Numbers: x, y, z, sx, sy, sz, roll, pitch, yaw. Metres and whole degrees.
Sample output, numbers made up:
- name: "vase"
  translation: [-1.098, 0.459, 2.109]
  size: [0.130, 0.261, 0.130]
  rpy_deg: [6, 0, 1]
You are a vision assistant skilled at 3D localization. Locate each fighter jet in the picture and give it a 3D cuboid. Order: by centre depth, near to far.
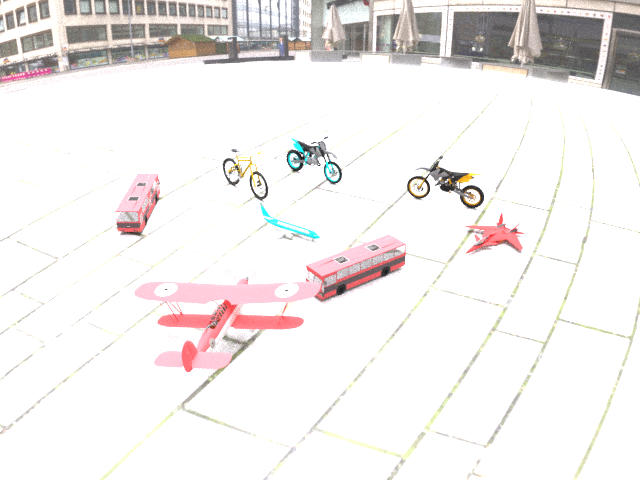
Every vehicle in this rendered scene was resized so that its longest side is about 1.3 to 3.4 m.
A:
- name: "fighter jet"
  translation: [2.872, -0.071, 11.847]
  size: [1.358, 0.286, 1.147]
  rpy_deg: [-24, 37, -37]

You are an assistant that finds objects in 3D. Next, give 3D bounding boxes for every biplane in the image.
- name: "biplane"
  translation: [-1.340, 1.048, 9.058]
  size: [2.598, 0.981, 2.120]
  rpy_deg: [7, 29, 13]

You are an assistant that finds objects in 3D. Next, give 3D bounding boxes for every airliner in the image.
- name: "airliner"
  translation: [-0.541, -0.314, 12.145]
  size: [1.307, 0.429, 1.161]
  rpy_deg: [17, 33, 29]

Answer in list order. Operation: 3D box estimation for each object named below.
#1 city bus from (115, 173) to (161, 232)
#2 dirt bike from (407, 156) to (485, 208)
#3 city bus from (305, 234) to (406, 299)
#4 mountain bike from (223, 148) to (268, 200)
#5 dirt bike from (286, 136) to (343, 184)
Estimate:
- name: "city bus"
  translation: [-3.300, -0.681, 12.788]
  size: [0.476, 0.460, 1.674]
  rpy_deg: [0, 28, 0]
- name: "dirt bike"
  translation: [2.351, -1.072, 13.093]
  size: [1.493, 0.857, 0.527]
  rpy_deg: [12, 31, 20]
- name: "city bus"
  translation: [0.568, 0.411, 10.777]
  size: [1.674, 0.460, 0.476]
  rpy_deg: [-20, 34, -32]
- name: "mountain bike"
  translation: [-1.469, -1.337, 13.569]
  size: [0.573, 0.868, 1.469]
  rpy_deg: [-22, 36, -35]
- name: "dirt bike"
  translation: [-0.128, -1.677, 14.207]
  size: [1.493, 0.857, 0.527]
  rpy_deg: [22, 36, 35]
